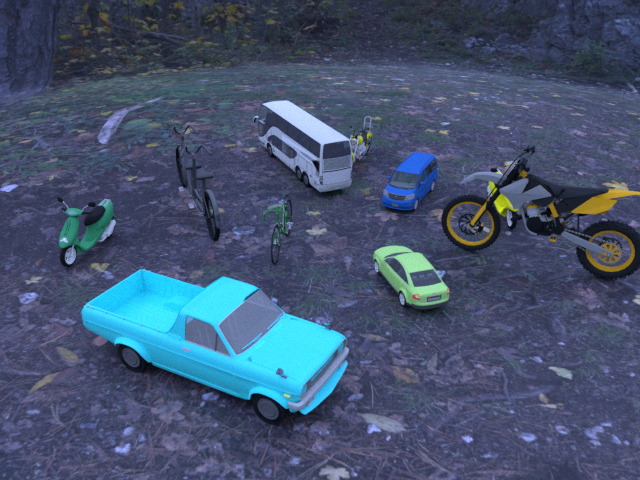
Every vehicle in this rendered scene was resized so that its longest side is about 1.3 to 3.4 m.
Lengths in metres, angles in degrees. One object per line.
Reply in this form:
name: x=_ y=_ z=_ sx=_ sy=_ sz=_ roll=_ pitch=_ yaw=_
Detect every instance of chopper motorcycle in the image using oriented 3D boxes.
chopper motorcycle: x=0.759 y=-1.929 z=14.095 sx=0.466 sy=0.761 sz=1.563 roll=9 pitch=28 yaw=18

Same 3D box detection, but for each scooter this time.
scooter: x=3.105 y=-0.846 z=11.793 sx=0.662 sy=0.919 sz=1.399 roll=-2 pitch=27 yaw=-3
scooter: x=-3.541 y=-0.255 z=10.632 sx=0.662 sy=0.919 sz=1.399 roll=9 pitch=28 yaw=16

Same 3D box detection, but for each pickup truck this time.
pickup truck: x=-1.242 y=1.020 z=8.044 sx=3.117 sy=0.993 sz=1.244 roll=14 pitch=30 yaw=25

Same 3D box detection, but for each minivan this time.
minivan: x=1.627 y=-1.054 z=12.536 sx=0.681 sy=0.616 sz=1.548 roll=13 pitch=30 yaw=23

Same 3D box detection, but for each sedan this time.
sedan: x=1.240 y=0.430 z=9.765 sx=0.635 sy=0.483 sz=1.613 roll=-8 pitch=28 yaw=-16

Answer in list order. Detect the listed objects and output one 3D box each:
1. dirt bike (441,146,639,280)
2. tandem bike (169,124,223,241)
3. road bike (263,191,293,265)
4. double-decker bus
dirt bike: x=3.179 y=-0.383 z=10.059 sx=2.903 sy=1.666 sz=1.024 roll=12 pitch=29 yaw=22
tandem bike: x=-2.117 y=-1.085 z=11.814 sx=0.550 sy=1.326 sz=3.192 roll=-10 pitch=29 yaw=-19
road bike: x=-0.584 y=-0.255 z=10.706 sx=0.358 sy=0.852 sz=1.545 roll=4 pitch=27 yaw=8
double-decker bus: x=-0.386 y=-1.919 z=13.755 sx=0.756 sy=1.052 sz=3.251 roll=-12 pitch=29 yaw=-23
